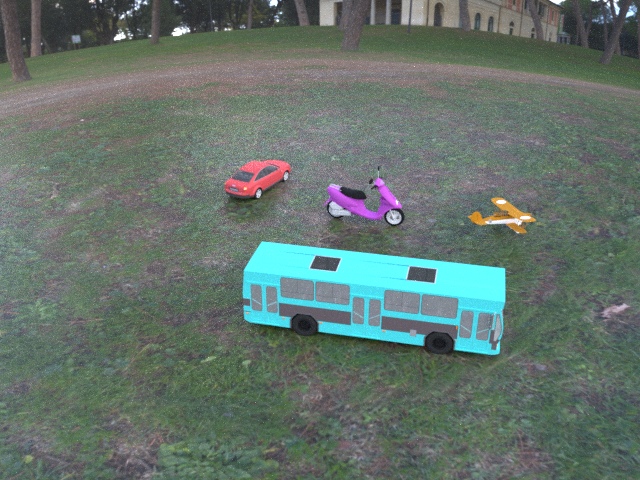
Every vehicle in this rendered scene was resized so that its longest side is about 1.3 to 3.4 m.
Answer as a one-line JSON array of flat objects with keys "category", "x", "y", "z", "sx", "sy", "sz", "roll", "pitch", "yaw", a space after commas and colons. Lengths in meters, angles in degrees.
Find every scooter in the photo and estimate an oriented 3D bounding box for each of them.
[{"category": "scooter", "x": 0.737, "y": -0.718, "z": 11.685, "sx": 1.399, "sy": 0.919, "sz": 0.662, "roll": 8, "pitch": 30, "yaw": 14}]

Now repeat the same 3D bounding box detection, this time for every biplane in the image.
[{"category": "biplane", "x": 2.979, "y": -0.360, "z": 11.460, "sx": 1.090, "sy": 0.504, "sz": 1.336, "roll": -5, "pitch": 29, "yaw": -9}]

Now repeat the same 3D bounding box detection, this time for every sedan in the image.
[{"category": "sedan", "x": -1.136, "y": -1.217, "z": 13.059, "sx": 0.635, "sy": 0.483, "sz": 1.613, "roll": 16, "pitch": 32, "yaw": 26}]

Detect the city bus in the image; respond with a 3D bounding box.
[{"category": "city bus", "x": 0.681, "y": 0.756, "z": 8.997, "sx": 3.255, "sy": 0.894, "sz": 0.926, "roll": 6, "pitch": 29, "yaw": 11}]
